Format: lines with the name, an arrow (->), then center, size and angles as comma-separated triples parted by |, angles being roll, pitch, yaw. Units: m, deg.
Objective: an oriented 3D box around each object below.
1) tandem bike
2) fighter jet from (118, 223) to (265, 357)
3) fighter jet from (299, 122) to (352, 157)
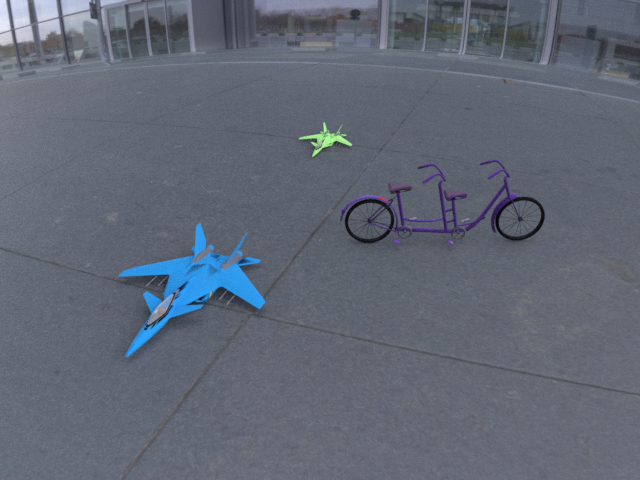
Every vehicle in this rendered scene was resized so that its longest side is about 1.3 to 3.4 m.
tandem bike -> 1.906, -0.547, 10.749 | 3.192, 1.326, 0.550 | -1, 30, -1
fighter jet -> -1.876, 0.650, 9.442 | 2.229, 0.557, 2.640 | 11, 32, 18
fighter jet -> 0.072, -2.047, 14.390 | 1.147, 0.286, 1.358 | 10, 31, 17
